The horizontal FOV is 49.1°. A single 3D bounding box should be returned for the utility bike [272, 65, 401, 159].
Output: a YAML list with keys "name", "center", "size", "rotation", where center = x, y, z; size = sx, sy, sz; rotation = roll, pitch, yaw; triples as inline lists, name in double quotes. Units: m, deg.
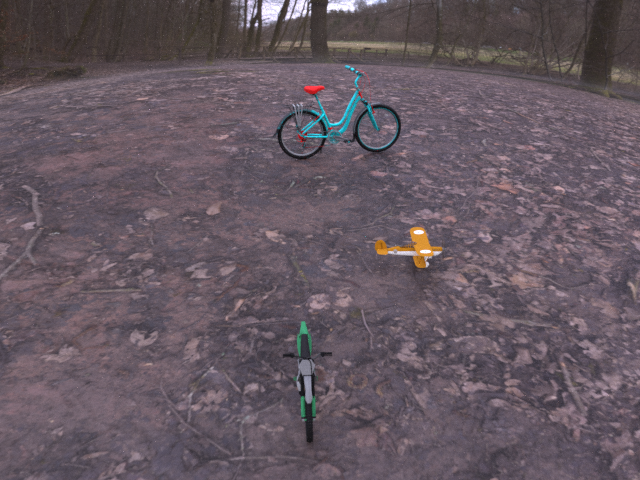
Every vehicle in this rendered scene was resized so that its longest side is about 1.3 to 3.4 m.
- name: "utility bike"
  center: [0.353, -2.672, 14.616]
  size: [2.791, 1.839, 1.039]
  rotation: [-6, 29, -12]

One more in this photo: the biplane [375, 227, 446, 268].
- name: "biplane"
  center: [1.384, 0.143, 10.735]
  size: [1.090, 0.504, 1.336]
  rotation: [1, 28, 1]

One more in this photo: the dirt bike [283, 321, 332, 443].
- name: "dirt bike"
  center: [-0.145, 1.504, 7.796]
  size: [0.527, 0.857, 1.493]
  rotation: [-2, 28, -3]
